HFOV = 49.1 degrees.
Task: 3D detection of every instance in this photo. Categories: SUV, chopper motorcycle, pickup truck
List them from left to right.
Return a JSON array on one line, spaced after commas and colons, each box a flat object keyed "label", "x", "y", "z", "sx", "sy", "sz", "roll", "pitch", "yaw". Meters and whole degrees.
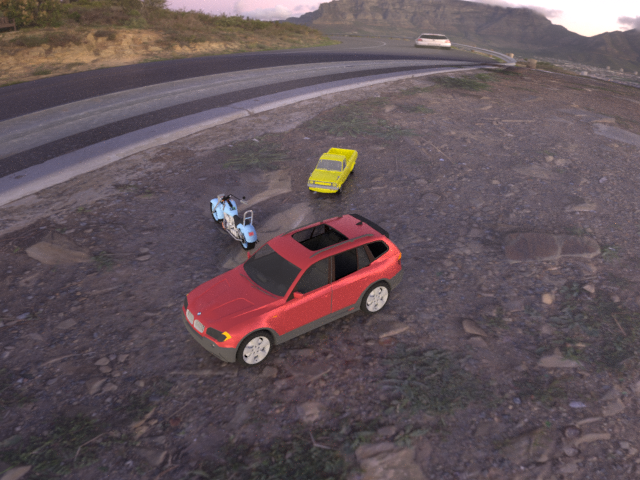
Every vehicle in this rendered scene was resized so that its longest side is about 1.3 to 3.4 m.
[{"label": "chopper motorcycle", "x": -1.416, "y": -0.402, "z": 11.216, "sx": 0.466, "sy": 0.761, "sz": 1.563, "roll": -16, "pitch": 33, "yaw": -26}, {"label": "SUV", "x": -0.304, "y": 0.526, "z": 9.167, "sx": 3.058, "sy": 1.128, "sz": 1.276, "roll": -19, "pitch": 34, "yaw": -31}, {"label": "pickup truck", "x": 0.257, "y": -1.376, "z": 13.225, "sx": 0.640, "sy": 0.511, "sz": 1.603, "roll": 8, "pitch": 30, "yaw": 14}]
